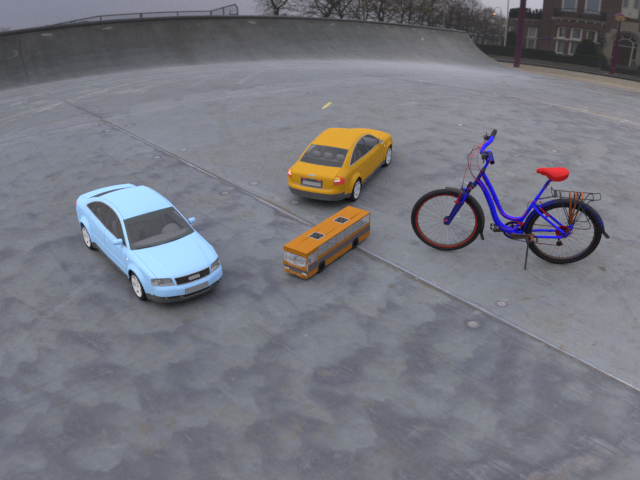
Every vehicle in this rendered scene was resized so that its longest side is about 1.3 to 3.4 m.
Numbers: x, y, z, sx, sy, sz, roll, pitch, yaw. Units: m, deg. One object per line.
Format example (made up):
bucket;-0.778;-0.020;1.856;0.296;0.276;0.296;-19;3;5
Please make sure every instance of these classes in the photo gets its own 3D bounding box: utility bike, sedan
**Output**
utility bike;2.680;-0.491;9.838;2.791;1.839;1.039;6;28;12
sedan;-2.533;-0.122;10.102;1.235;0.940;3.137;-19;33;-32
sedan;0.458;-1.582;12.911;1.235;0.940;3.137;11;30;20

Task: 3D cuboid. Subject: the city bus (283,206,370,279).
city bus;0.129;0.027;10.336;0.476;0.460;1.674;18;33;31
